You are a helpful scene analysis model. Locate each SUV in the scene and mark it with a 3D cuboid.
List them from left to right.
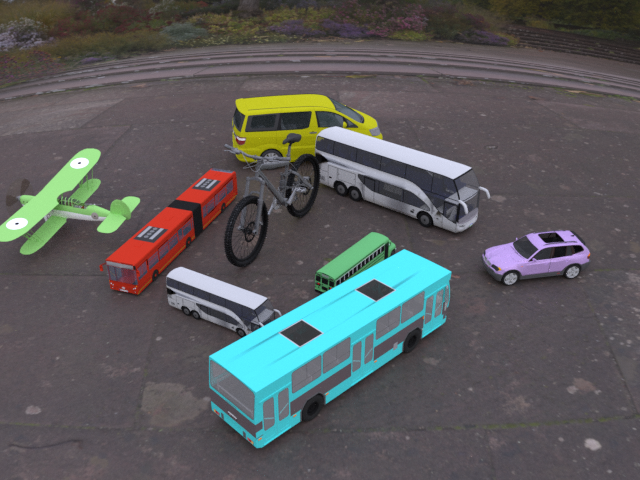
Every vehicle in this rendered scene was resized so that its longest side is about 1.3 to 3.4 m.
[{"bbox_3d":[3.193,0.220,10.341,1.572,0.580,0.656,-5,30,-9],"label":"SUV"}]

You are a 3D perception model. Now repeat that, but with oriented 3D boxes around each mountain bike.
[{"bbox_3d":[-0.690,-0.783,10.972,1.114,1.688,2.857,14,33,23],"label":"mountain bike"}]

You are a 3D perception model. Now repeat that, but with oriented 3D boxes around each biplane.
[{"bbox_3d":[-3.969,-0.485,11.162,2.120,0.981,2.598,9,31,14],"label":"biplane"}]

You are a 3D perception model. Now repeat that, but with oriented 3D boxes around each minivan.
[{"bbox_3d":[-0.237,-2.242,13.997,3.011,1.197,1.324,-6,31,-11],"label":"minivan"}]

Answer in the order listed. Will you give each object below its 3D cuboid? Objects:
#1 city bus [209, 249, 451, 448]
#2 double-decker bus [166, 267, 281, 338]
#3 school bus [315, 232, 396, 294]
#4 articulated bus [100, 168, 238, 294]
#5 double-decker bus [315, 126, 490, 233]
[{"bbox_3d":[0.241,1.197,8.330,3.255,0.894,0.926,-26,39,-37],"label":"city bus"},{"bbox_3d":[-1.310,0.849,9.288,1.672,0.541,0.389,17,34,27],"label":"double-decker bus"},{"bbox_3d":[0.568,0.319,10.315,0.365,0.434,1.708,20,36,31],"label":"school bus"},{"bbox_3d":[-2.250,-0.248,11.171,0.605,0.561,3.401,10,31,16],"label":"articulated bus"},{"bbox_3d":[1.303,-1.067,12.102,3.251,1.052,0.756,23,37,34],"label":"double-decker bus"}]
